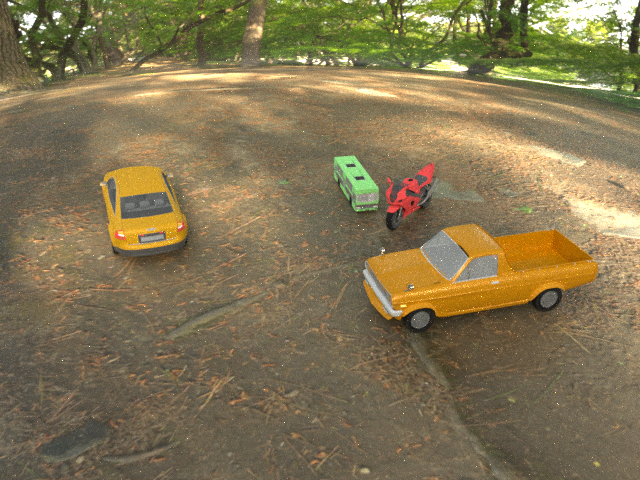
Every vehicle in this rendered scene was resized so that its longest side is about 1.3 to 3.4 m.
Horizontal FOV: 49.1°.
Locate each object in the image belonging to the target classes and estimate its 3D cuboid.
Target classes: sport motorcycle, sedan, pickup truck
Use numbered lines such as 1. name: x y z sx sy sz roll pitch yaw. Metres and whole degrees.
1. sport motorcycle: 1.544 -0.752 11.926 0.506 0.821 1.520 18 32 31
2. sedan: -2.984 -0.684 11.668 1.235 0.940 3.137 -9 29 -17
3. pickup truck: 2.185 0.372 9.579 3.117 0.993 1.244 -7 28 -14

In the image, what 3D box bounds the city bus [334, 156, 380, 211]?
1. city bus: 0.644 -1.039 12.870 0.476 0.460 1.674 -6 28 -11
